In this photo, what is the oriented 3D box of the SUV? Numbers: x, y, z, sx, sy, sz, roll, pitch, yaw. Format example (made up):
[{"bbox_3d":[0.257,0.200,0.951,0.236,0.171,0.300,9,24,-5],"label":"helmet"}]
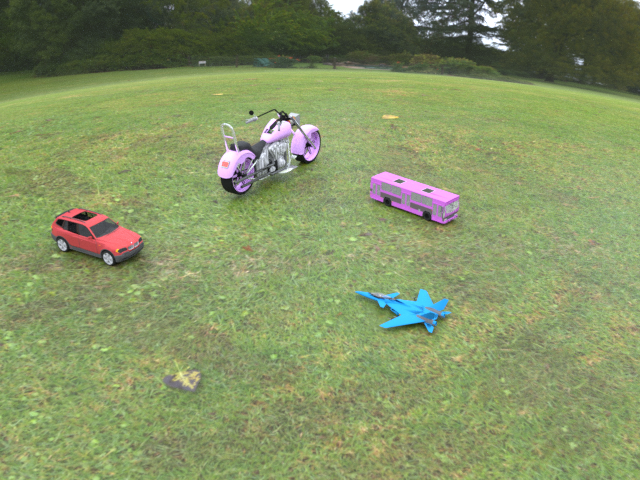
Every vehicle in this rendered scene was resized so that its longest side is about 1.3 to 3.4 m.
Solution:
[{"bbox_3d":[-3.527,-0.091,11.034,1.572,0.580,0.656,14,30,25],"label":"SUV"}]

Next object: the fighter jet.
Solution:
[{"bbox_3d":[1.053,0.827,9.527,1.358,0.286,1.147,17,31,31],"label":"fighter jet"}]

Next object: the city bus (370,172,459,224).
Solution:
[{"bbox_3d":[1.662,-0.750,12.484,1.674,0.460,0.476,23,35,39],"label":"city bus"}]

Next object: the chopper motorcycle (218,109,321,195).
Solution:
[{"bbox_3d":[-0.902,-1.890,13.623,0.906,1.480,3.040,16,31,29],"label":"chopper motorcycle"}]
